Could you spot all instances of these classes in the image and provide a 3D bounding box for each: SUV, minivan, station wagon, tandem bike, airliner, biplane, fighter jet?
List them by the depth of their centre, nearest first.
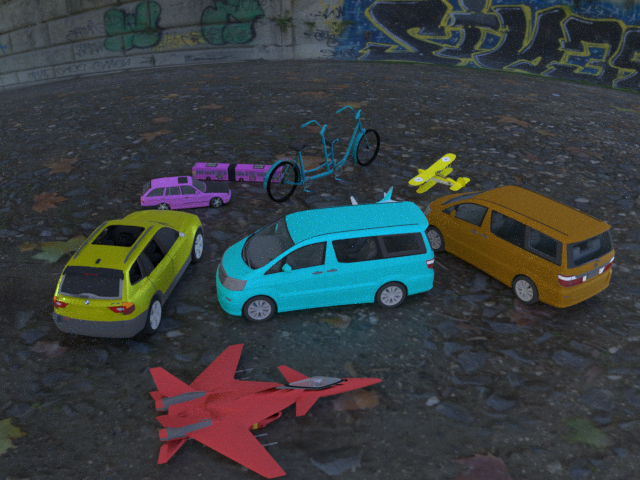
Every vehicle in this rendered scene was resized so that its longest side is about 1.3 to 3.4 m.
[{"bbox_3d":[-0.537,1.668,7.798,2.640,0.557,2.229,-8,29,-14],"label":"fighter jet"},{"bbox_3d":[0.049,0.242,9.762,3.011,1.197,1.324,-5,29,-10],"label":"minivan"},{"bbox_3d":[-2.601,0.239,9.839,1.276,1.128,3.058,4,29,8],"label":"SUV"},{"bbox_3d":[2.810,-0.119,10.429,1.324,1.197,3.011,-18,33,-30],"label":"minivan"},{"bbox_3d":[0.755,-0.595,12.116,1.307,0.429,1.161,-17,33,-28],"label":"airliner"},{"bbox_3d":[-2.408,-0.867,12.574,1.597,0.473,0.682,-6,29,-10],"label":"station wagon"},{"bbox_3d":[2.228,-1.146,13.056,1.090,0.504,1.336,24,36,37],"label":"biplane"},{"bbox_3d":[0.114,-1.679,13.180,0.550,1.326,3.192,25,37,37],"label":"tandem bike"}]

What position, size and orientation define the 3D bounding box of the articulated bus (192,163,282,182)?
[{"bbox_3d":[-1.592,-1.310,13.587,1.749,0.289,0.311,2,29,5],"label":"articulated bus"}]
